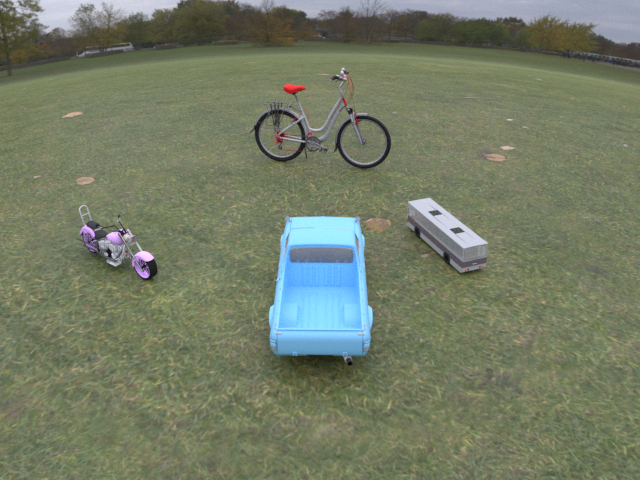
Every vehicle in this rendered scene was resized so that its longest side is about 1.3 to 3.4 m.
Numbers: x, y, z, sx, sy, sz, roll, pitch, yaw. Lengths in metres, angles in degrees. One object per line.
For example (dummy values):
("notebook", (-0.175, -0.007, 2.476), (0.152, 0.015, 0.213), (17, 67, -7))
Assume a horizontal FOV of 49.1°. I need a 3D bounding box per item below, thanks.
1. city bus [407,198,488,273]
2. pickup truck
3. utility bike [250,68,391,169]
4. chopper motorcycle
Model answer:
("city bus", (1.886, -0.080, 10.605), (0.476, 0.460, 1.674), (-11, 30, -19))
("pickup truck", (0.021, 0.436, 9.092), (1.244, 0.993, 3.117), (0, 28, 1))
("utility bike", (0.003, -2.347, 13.347), (2.791, 1.839, 1.039), (7, 29, 12))
("chopper motorcycle", (-2.936, 0.030, 10.087), (1.563, 0.761, 0.466), (20, 34, 32))
